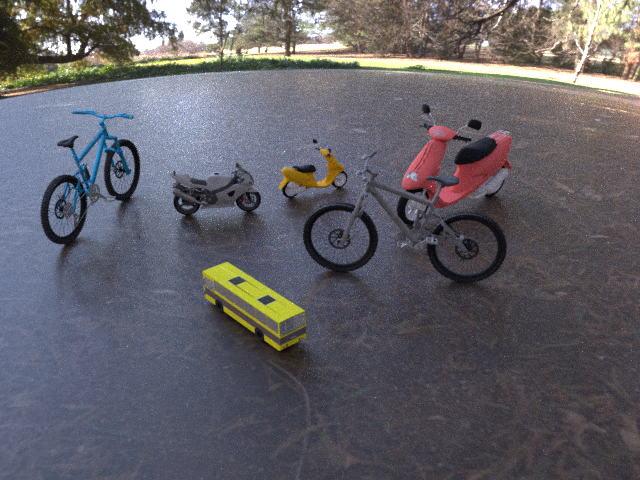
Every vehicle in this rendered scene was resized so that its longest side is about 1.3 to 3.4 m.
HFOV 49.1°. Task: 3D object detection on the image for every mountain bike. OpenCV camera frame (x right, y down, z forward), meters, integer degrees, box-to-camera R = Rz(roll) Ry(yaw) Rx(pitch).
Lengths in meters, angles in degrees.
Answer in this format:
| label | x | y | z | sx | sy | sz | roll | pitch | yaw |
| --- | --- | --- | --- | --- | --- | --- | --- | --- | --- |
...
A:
| label | x | y | z | sx | sy | sz | roll | pitch | yaw |
| --- | --- | --- | --- | --- | --- | --- | --- | --- | --- |
| mountain bike | 1.160 | -0.236 | 9.718 | 2.857 | 1.688 | 1.114 | 5 | 27 | 9 |
| mountain bike | -3.717 | -1.121 | 11.486 | 1.114 | 1.688 | 2.857 | 7 | 27 | 14 |

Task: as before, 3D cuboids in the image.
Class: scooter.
| label | x | y | z | sx | sy | sz | roll | pitch | yaw |
| --- | --- | --- | --- | --- | --- | --- | --- | --- | --- |
| scooter | 2.350 | -1.351 | 11.835 | 2.721 | 1.786 | 1.288 | -19 | 32 | -33 |
| scooter | -0.106 | -1.276 | 12.656 | 1.399 | 0.919 | 0.662 | -14 | 30 | -25 |

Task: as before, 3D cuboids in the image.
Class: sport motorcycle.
| label | x | y | z | sx | sy | sz | roll | pitch | yaw |
| --- | --- | --- | --- | --- | --- | --- | --- | --- | --- |
| sport motorcycle | -1.768 | -0.836 | 11.885 | 1.520 | 0.821 | 0.506 | -4 | 27 | -7 |

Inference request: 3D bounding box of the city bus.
| label | x | y | z | sx | sy | sz | roll | pitch | yaw |
| --- | --- | --- | --- | --- | --- | --- | --- | --- | --- |
| city bus | -0.869 | 0.835 | 8.949 | 0.476 | 0.460 | 1.674 | -21 | 34 | -36 |
